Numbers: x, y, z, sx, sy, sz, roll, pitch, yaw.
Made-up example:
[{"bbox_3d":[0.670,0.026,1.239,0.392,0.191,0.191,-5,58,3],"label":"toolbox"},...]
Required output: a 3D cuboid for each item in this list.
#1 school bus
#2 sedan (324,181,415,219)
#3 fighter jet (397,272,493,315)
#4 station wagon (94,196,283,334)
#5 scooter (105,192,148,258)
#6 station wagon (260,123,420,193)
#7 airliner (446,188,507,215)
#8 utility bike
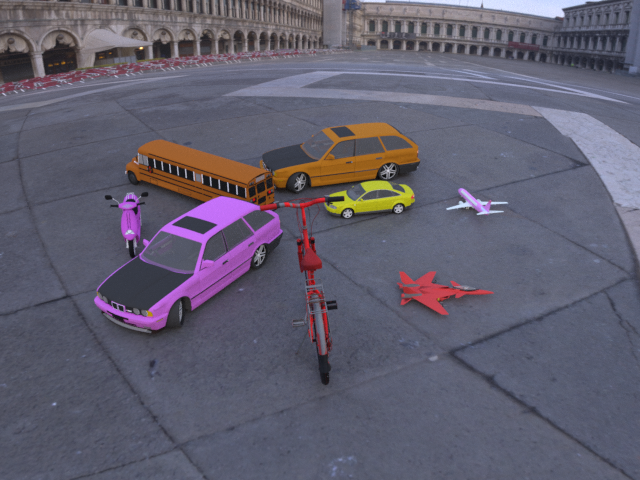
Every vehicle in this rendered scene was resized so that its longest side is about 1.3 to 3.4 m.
[{"bbox_3d":[-2.307,-1.175,12.798,3.322,0.844,0.709,19,33,32],"label":"school bus"},{"bbox_3d":[0.876,-0.756,12.387,1.613,0.483,0.635,-6,28,-11],"label":"sedan"},{"bbox_3d":[1.789,0.672,9.875,1.358,0.286,1.147,0,28,0],"label":"fighter jet"},{"bbox_3d":[-1.815,0.205,10.083,1.327,0.920,3.105,15,31,27],"label":"station wagon"},{"bbox_3d":[-3.037,-0.387,11.214,0.662,0.919,1.399,-6,28,-10],"label":"scooter"},{"bbox_3d":[0.367,-1.682,13.681,3.105,0.920,1.327,-9,29,-16],"label":"station wagon"},{"bbox_3d":[2.743,-0.752,12.438,1.161,0.429,1.307,-6,28,-12],"label":"airliner"},{"bbox_3d":[-0.182,0.457,8.615,1.039,1.839,2.791,-3,28,-5],"label":"utility bike"}]
